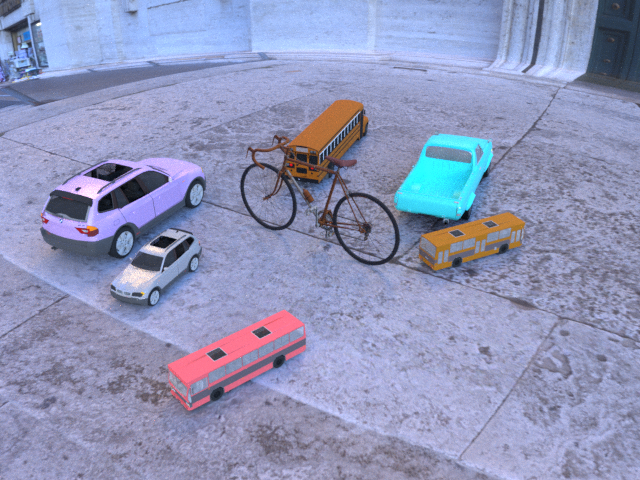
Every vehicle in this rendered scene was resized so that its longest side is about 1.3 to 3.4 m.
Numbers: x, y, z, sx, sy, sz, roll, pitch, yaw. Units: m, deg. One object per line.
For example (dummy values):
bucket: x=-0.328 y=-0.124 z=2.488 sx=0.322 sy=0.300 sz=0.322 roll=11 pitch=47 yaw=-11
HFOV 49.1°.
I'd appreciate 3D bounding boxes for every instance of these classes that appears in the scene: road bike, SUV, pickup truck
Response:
road bike: x=-0.085 y=-0.636 z=10.601 sx=3.004 sy=1.656 sz=0.696 roll=20 pitch=35 yaw=31
SUV: x=-2.312 y=0.349 z=9.951 sx=0.656 sy=0.580 sz=1.572 roll=13 pitch=32 yaw=21
SUV: x=-3.095 y=-0.748 z=11.334 sx=1.276 sy=1.128 sz=3.058 roll=14 pitch=32 yaw=22
pickup truck: x=2.253 y=-1.240 z=12.342 sx=1.244 sy=0.993 sz=3.117 roll=11 pitch=31 yaw=19

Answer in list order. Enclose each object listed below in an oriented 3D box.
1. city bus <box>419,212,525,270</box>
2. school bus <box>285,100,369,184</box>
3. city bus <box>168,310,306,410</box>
city bus: x=2.318 y=0.029 z=10.640 sx=1.674 sy=0.460 sz=0.476 roll=-14 pitch=32 yaw=-23
school bus: x=0.229 y=-2.049 z=13.923 sx=0.709 sy=0.844 sz=3.322 roll=10 pitch=31 yaw=17
city bus: x=-0.939 y=1.396 z=8.223 sx=1.674 sy=0.460 sz=0.476 roll=-23 pitch=37 yaw=-34
